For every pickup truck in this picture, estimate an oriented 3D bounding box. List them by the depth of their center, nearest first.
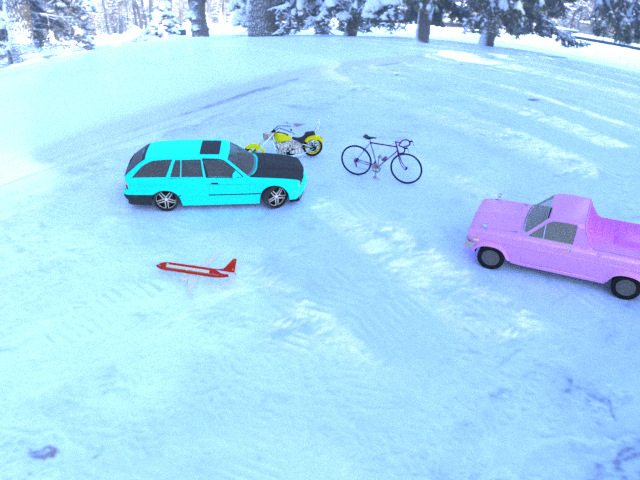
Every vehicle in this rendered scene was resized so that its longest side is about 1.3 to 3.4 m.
[{"bbox_3d":[3.722,-0.036,10.153,3.117,0.993,1.244,13,34,20],"label":"pickup truck"}]

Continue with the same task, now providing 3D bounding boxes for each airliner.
[{"bbox_3d":[-1.770,0.361,10.045,1.307,0.429,1.161,8,32,13],"label":"airliner"}]

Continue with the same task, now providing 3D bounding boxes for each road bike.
[{"bbox_3d":[1.108,-1.484,12.659,1.545,0.852,0.358,12,33,19],"label":"road bike"}]

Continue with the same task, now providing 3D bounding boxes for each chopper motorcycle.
[{"bbox_3d":[-0.692,-1.882,13.398,1.563,0.761,0.466,-8,32,-13],"label":"chopper motorcycle"}]

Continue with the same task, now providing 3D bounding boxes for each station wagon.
[{"bbox_3d":[-1.786,-1.197,12.124,3.105,0.920,1.327,-2,31,-2],"label":"station wagon"}]
